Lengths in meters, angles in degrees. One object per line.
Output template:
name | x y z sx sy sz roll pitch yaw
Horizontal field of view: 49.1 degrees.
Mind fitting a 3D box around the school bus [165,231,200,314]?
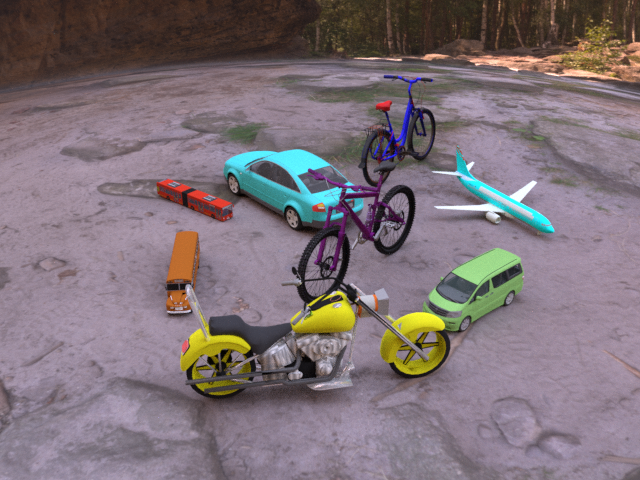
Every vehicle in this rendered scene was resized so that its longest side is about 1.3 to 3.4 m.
school bus | -1.926 0.443 9.879 0.365 0.434 1.708 -2 28 -4

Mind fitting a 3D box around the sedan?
sedan | -0.552 -1.072 12.211 1.235 0.940 3.137 -21 34 -34

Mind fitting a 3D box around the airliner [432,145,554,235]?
airliner | 3.061 -0.849 11.901 2.257 0.835 2.541 -15 31 -26

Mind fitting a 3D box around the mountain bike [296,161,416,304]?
mountain bike | 0.589 -0.242 9.834 1.114 1.688 2.857 20 34 32

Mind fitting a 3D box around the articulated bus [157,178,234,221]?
articulated bus | -2.203 -0.714 12.231 1.749 0.289 0.311 21 34 34

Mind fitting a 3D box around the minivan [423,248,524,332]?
minivan | 2.048 0.644 9.303 1.548 0.616 0.681 -22 35 -35

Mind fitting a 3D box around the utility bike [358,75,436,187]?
utility bike | 1.451 -2.171 13.334 1.039 1.839 2.791 19 33 32

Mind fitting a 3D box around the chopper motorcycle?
chopper motorcycle | -0.012 1.007 7.687 3.040 1.480 0.906 -5 28 -10
